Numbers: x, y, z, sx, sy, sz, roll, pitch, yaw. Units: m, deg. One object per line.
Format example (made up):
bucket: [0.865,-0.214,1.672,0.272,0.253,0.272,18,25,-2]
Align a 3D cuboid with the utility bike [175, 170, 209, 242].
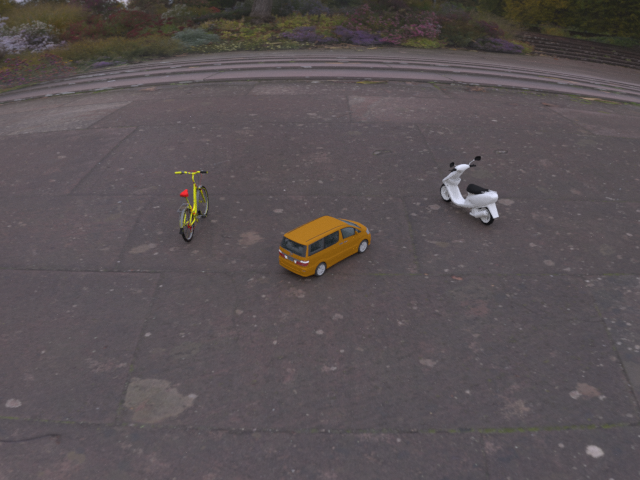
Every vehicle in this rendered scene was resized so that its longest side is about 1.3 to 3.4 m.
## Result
utility bike: [-2.064,-0.604,11.141,0.535,0.946,1.435,4,29,7]

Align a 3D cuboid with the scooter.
scooter: [2.480,-0.862,11.643,0.662,0.919,1.399,-15,32,-26]

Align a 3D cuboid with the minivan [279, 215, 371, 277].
minivan: [0.106,0.006,10.365,0.681,0.616,1.548,24,37,37]
